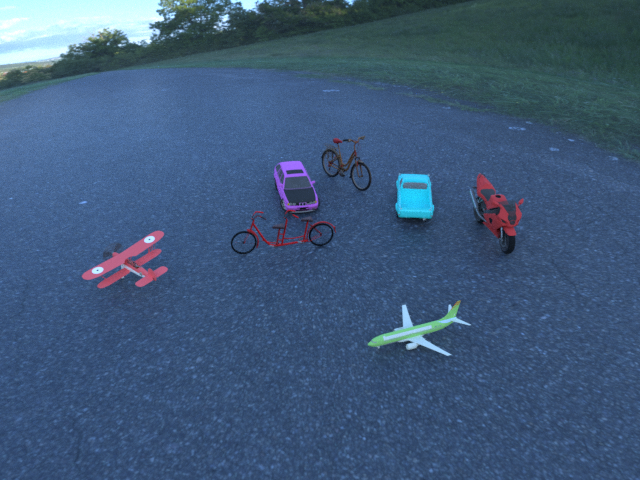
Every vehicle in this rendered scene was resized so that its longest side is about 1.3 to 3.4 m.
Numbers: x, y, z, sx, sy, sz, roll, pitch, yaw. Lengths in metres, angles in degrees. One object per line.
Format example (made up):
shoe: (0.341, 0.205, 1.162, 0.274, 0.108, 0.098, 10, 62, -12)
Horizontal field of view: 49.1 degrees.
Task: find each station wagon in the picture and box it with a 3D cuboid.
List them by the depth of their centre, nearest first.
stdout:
station wagon: (-0.441, -0.991, 12.499, 0.682, 0.473, 1.597, -5, 29, -10)

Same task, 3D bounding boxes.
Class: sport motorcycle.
sport motorcycle: (2.770, -0.428, 11.079, 0.506, 0.821, 1.520, -5, 29, -8)

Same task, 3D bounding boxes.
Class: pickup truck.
pickup truck: (1.634, -0.802, 12.106, 0.640, 0.511, 1.603, 3, 28, 5)

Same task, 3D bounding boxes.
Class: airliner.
airliner: (1.191, 1.060, 8.718, 1.307, 0.429, 1.161, -11, 30, -19)

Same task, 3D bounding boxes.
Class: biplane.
biplane: (-2.655, 0.383, 9.902, 1.090, 0.504, 1.336, 23, 36, 36)

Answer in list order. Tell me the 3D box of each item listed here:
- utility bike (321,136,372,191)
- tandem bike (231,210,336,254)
utility bike: (0.505, -1.514, 12.976, 0.535, 0.946, 1.435, -21, 35, -34)
tandem bike: (-0.552, -0.145, 10.700, 1.642, 0.682, 0.283, -6, 29, -11)
